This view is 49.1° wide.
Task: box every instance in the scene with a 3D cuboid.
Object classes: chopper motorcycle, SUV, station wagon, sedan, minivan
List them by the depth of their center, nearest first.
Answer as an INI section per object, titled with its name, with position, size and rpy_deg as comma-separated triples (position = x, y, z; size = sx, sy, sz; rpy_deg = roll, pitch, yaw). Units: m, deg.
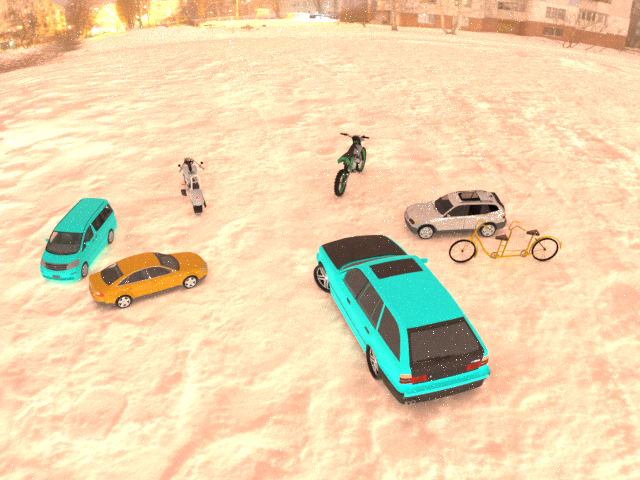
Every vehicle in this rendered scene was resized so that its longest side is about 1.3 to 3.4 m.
[station wagon]
position = 0.895, 0.688, 8.714
size = 1.327, 0.920, 3.105
rpy_deg = -10, 32, -16
[sedan]
position = -2.325, 0.452, 9.536
size = 1.613, 0.483, 0.635
rpy_deg = -16, 34, -25
[minivan]
position = -3.519, -0.024, 10.203
size = 0.681, 0.616, 1.548
rpy_deg = 4, 31, 7
[SUV]
position = 2.112, -0.427, 10.913
size = 1.572, 0.580, 0.656
rpy_deg = -2, 31, -3
[chopper motorcycle]
position = -2.160, -1.037, 11.759
size = 0.466, 0.761, 1.563
rpy_deg = -9, 32, -14

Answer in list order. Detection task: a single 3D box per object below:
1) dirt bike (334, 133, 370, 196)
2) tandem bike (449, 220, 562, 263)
[dirt bike]
position = 0.541, -1.386, 12.249
size = 0.527, 0.857, 1.493
rpy_deg = 12, 33, 19
[tandem bike]
position = 2.676, 0.030, 10.048
size = 1.642, 0.682, 0.283
rpy_deg = -1, 31, -2
